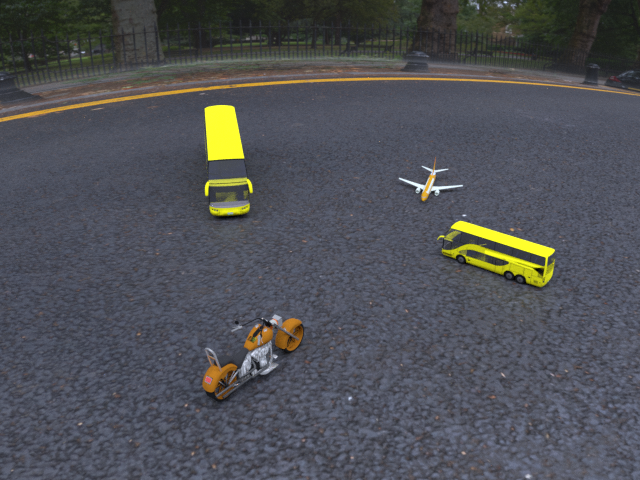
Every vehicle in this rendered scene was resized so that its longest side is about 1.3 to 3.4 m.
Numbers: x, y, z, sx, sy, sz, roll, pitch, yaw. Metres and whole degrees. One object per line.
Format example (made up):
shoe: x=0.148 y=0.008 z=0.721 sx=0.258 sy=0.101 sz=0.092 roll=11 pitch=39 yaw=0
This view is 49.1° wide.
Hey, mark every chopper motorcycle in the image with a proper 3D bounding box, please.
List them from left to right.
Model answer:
chopper motorcycle: x=-0.712 y=1.198 z=7.860 sx=0.466 sy=0.761 sz=1.563 roll=20 pitch=34 yaw=33

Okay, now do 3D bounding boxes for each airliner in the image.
airliner: x=1.964 y=-1.074 z=12.545 sx=1.161 sy=0.429 sz=1.307 roll=8 pitch=29 yaw=15

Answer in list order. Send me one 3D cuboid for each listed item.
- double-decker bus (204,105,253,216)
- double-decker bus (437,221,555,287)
double-decker bus: x=-1.721 y=-1.469 z=12.627 sx=0.756 sy=1.052 sz=3.251 roll=-4 pitch=28 yaw=-8
double-decker bus: x=2.509 y=0.175 z=10.046 sx=1.672 sy=0.541 sz=0.389 roll=20 pitch=34 yaw=33
